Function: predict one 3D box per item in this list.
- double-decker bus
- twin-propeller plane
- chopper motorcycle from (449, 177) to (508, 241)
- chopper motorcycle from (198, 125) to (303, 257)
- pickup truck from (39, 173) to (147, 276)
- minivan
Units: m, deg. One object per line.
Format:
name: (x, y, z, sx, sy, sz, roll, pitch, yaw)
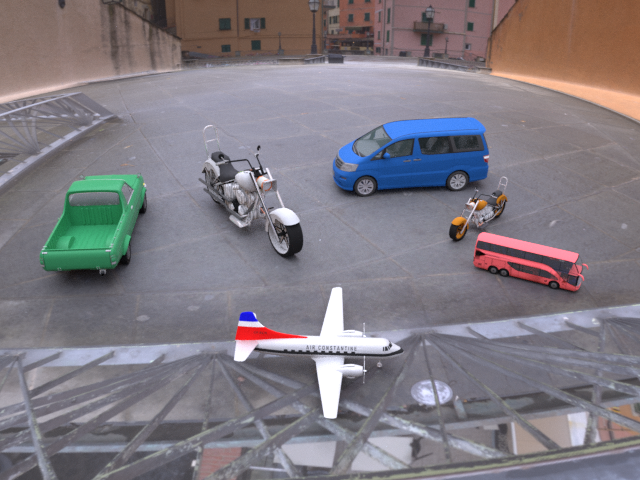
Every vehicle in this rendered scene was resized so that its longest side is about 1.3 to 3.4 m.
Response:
double-decker bus: (3.199, 0.335, 10.701, 1.672, 0.541, 0.389, 14, 32, 25)
twin-propeller plane: (-0.006, 1.250, 8.745, 2.129, 0.792, 2.663, 1, 28, 3)
chopper motorcycle: (2.759, -0.544, 12.097, 1.563, 0.761, 0.466, -25, 37, -38)
chopper motorcycle: (-1.228, -0.880, 11.962, 0.906, 1.480, 3.040, -18, 33, -30)
pickup truck: (-3.680, -0.418, 11.620, 1.244, 0.993, 3.117, -2, 28, -4)
minivan: (1.755, -1.678, 13.735, 3.011, 1.197, 1.324, -4, 29, -7)
